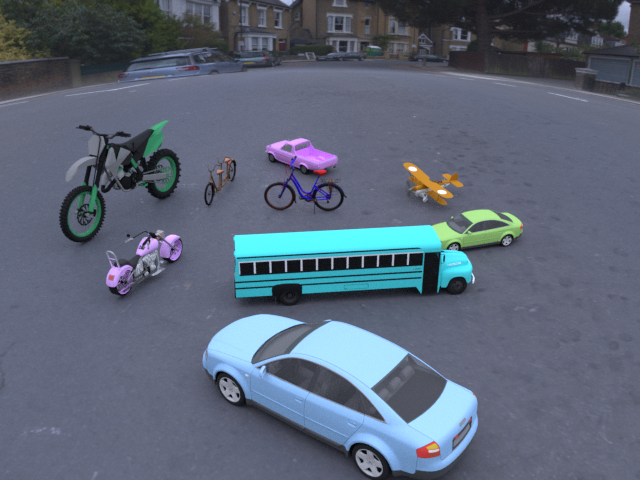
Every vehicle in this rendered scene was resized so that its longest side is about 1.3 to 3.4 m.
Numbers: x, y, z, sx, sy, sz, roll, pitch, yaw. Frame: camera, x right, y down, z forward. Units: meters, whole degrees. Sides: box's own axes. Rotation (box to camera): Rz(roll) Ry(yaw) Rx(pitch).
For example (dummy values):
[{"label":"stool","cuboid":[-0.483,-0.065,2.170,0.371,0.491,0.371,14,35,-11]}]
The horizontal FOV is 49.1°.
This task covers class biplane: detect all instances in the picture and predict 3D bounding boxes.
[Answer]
[{"label":"biplane","cuboid":[2.054,-0.976,12.591,1.090,0.504,1.336,-14,30,-26]}]

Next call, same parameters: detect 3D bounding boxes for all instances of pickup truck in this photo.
[{"label":"pickup truck","cuboid":[-0.389,-1.741,14.121,1.603,0.511,0.640,24,35,39]}]

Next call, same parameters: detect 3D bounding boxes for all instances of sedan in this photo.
[{"label":"sedan","cuboid":[2.405,-0.177,11.011,1.613,0.483,0.635,-8,28,-16]},{"label":"sedan","cuboid":[0.100,1.409,7.314,3.137,0.940,1.235,18,32,32]}]

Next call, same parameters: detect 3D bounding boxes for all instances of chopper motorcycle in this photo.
[{"label":"chopper motorcycle","cuboid":[-2.467,0.204,9.934,0.466,0.761,1.563,12,29,22]}]

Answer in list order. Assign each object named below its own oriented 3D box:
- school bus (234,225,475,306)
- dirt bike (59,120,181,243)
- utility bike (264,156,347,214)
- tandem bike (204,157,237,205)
[{"label":"school bus","cuboid":[0.480,0.315,9.618,3.322,0.844,0.709,-3,27,-6]},{"label":"dirt bike","cuboid":[-3.252,-1.128,11.594,1.024,1.666,2.903,13,29,24]},{"label":"utility bike","cuboid":[-0.253,-0.903,11.951,1.435,0.946,0.535,1,26,2]},{"label":"tandem bike","cuboid":[-1.818,-1.201,12.844,0.283,0.682,1.642,6,27,11]}]
